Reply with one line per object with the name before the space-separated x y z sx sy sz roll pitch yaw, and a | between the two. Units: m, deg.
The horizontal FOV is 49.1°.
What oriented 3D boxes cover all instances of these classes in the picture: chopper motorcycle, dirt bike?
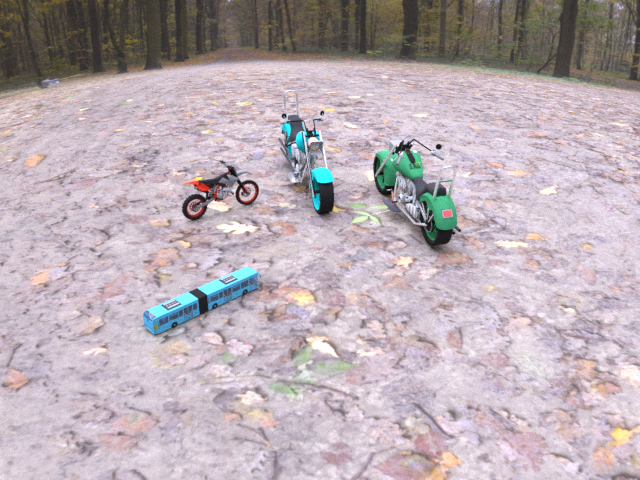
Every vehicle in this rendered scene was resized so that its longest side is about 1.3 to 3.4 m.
chopper motorcycle | 1.530 -1.045 11.767 0.906 1.480 3.040 -7 29 -14
dirt bike | -1.717 -0.876 12.113 1.493 0.857 0.527 -18 33 -30
chopper motorcycle | -0.255 -1.690 12.985 0.906 1.480 3.040 -7 29 -13

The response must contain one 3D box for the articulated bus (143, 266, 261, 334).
articulated bus | -1.577 0.802 9.550 1.749 0.289 0.311 -24 36 -37
